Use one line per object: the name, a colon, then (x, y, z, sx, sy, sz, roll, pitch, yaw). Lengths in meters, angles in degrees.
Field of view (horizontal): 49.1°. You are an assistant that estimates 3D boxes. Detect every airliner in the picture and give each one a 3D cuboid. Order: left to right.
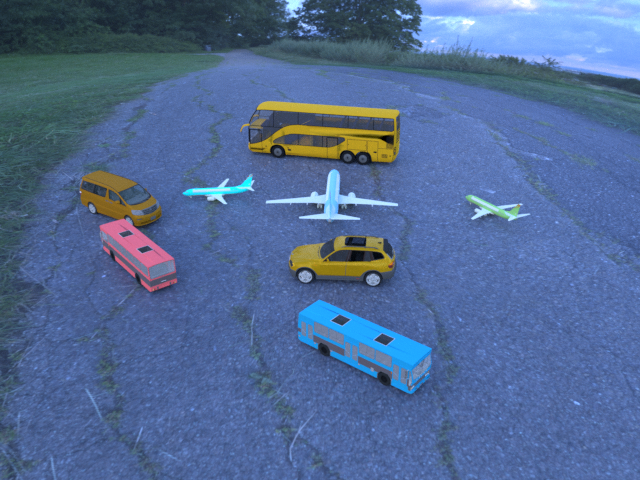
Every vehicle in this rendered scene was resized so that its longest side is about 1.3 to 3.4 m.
airliner: (-1.841, -0.973, 12.689, 1.307, 0.429, 1.161, -2, 27, -4)
airliner: (0.215, -0.923, 12.152, 2.257, 0.835, 2.541, 1, 27, 3)
airliner: (2.958, -0.631, 12.029, 1.161, 0.429, 1.307, -16, 31, -27)

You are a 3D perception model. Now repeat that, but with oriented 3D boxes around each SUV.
SUV: (0.326, 0.257, 10.153, 1.572, 0.580, 0.656, 2, 28, 5)

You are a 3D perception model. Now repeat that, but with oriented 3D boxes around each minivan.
minivan: (-3.417, -0.715, 11.989, 1.548, 0.616, 0.681, 18, 32, 30)

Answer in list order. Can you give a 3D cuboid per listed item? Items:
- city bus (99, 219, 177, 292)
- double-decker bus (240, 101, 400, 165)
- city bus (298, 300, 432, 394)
city bus: (-2.705, 0.221, 10.352, 0.476, 0.460, 1.674, -20, 33, -33)
double-decker bus: (0.019, -2.226, 14.429, 3.251, 1.052, 0.756, 6, 28, 12)
city bus: (0.501, 1.261, 8.347, 1.674, 0.460, 0.476, 20, 34, 34)
